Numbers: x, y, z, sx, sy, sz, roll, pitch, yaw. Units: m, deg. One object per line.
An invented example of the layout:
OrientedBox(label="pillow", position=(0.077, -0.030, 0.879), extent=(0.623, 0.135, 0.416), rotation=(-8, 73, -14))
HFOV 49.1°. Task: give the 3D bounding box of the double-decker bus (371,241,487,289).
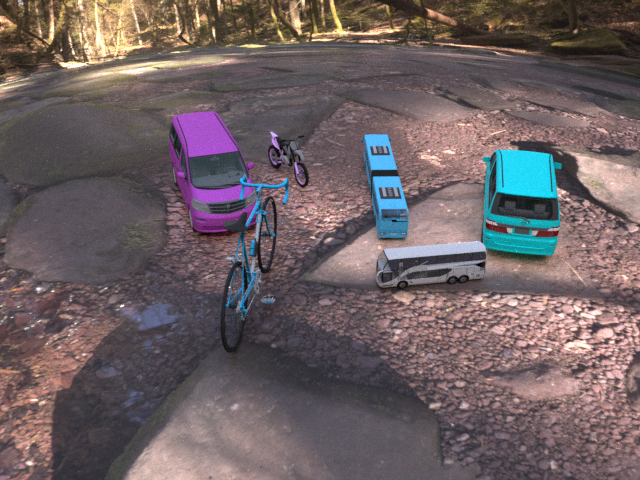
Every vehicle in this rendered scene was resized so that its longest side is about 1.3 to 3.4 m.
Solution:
OrientedBox(label="double-decker bus", position=(1.606, 0.367, 10.299), extent=(1.672, 0.541, 0.389), rotation=(-5, 31, -8))

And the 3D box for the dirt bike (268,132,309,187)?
OrientedBox(label="dirt bike", position=(-0.611, -1.602, 13.355), extent=(0.527, 0.857, 1.493), rotation=(-17, 35, -27))

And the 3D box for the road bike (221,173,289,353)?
OrientedBox(label="road bike", position=(-0.929, 0.171, 9.530), extent=(0.696, 1.656, 3.004), rotation=(5, 31, 8))

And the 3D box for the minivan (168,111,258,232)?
OrientedBox(label="minivan", position=(-1.940, -1.254, 12.423), extent=(1.324, 1.197, 3.011), rotation=(-10, 32, -16))

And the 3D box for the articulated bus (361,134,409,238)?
OrientedBox(label="articulated bus", position=(1.159, -1.067, 12.732), extent=(0.605, 0.561, 3.401), rotation=(-1, 30, -1))

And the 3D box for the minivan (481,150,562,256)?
OrientedBox(label="minivan", position=(3.359, -0.853, 11.738), extent=(1.324, 1.197, 3.011), rotation=(7, 31, 11))
